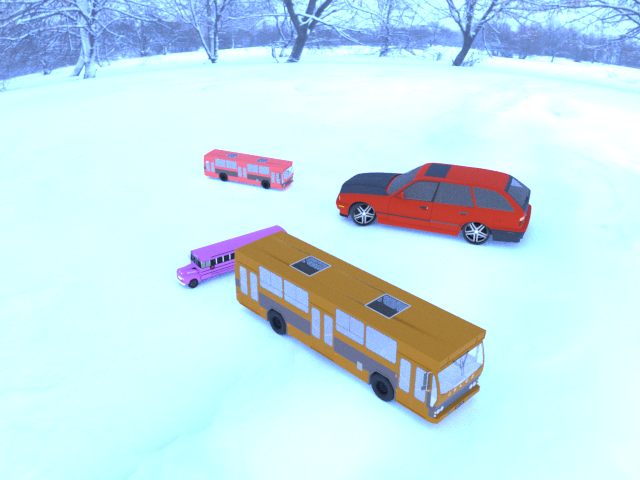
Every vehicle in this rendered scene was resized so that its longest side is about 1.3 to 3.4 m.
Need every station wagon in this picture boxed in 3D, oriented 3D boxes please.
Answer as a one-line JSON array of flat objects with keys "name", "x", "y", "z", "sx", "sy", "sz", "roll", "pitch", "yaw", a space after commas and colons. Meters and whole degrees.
[{"name": "station wagon", "x": 1.802, "y": -0.712, "z": 11.267, "sx": 3.105, "sy": 0.920, "sz": 1.327, "roll": 10, "pitch": 29, "yaw": 18}]

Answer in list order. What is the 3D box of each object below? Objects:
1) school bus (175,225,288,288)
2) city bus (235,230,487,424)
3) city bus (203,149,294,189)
[{"name": "school bus", "x": -1.245, "y": 0.222, "z": 9.986, "sx": 1.708, "sy": 0.434, "sz": 0.365, "roll": -18, "pitch": 32, "yaw": -31}, {"name": "city bus", "x": 0.317, "y": 0.910, "z": 8.151, "sx": 0.926, "sy": 0.894, "sz": 3.255, "roll": -24, "pitch": 36, "yaw": -38}, {"name": "city bus", "x": -1.322, "y": -1.292, "z": 12.893, "sx": 1.674, "sy": 0.460, "sz": 0.476, "roll": 11, "pitch": 29, "yaw": 21}]
